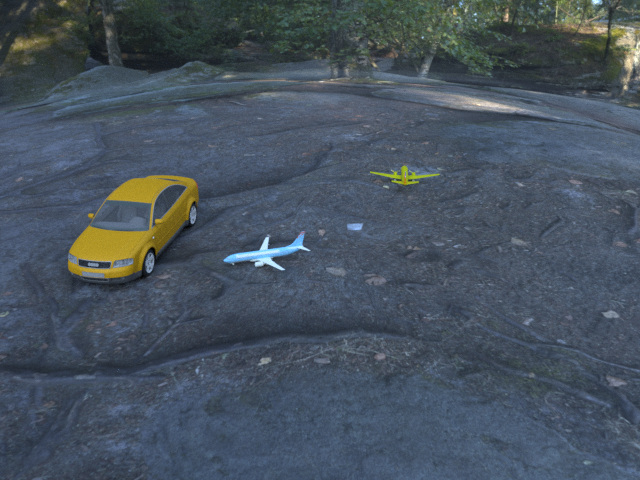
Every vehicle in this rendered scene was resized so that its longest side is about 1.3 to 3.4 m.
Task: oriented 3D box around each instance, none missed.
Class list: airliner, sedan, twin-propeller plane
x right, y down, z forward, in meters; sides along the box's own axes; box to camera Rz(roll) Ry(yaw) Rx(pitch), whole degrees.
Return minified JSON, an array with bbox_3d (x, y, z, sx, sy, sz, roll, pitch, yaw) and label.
[{"bbox_3d":[-0.837,0.130,10.734,1.307,0.429,1.161,-7,27,-14],"label":"airliner"},{"bbox_3d":[-2.891,-0.343,11.126,1.235,0.940,3.137,5,26,10],"label":"sedan"},{"bbox_3d":[1.664,-1.304,13.727,1.370,0.407,1.095,2,26,5],"label":"twin-propeller plane"}]
